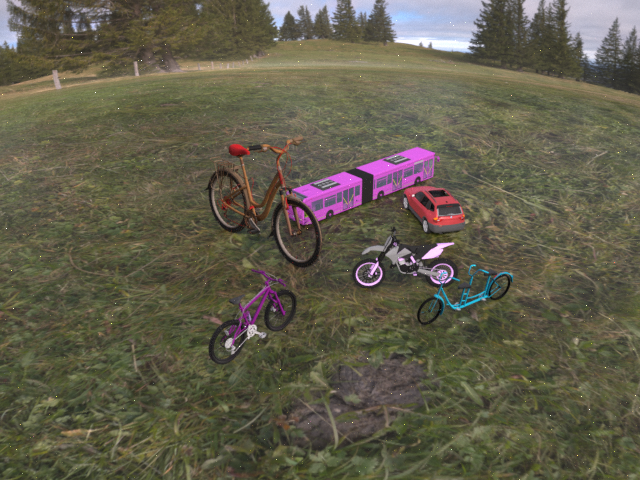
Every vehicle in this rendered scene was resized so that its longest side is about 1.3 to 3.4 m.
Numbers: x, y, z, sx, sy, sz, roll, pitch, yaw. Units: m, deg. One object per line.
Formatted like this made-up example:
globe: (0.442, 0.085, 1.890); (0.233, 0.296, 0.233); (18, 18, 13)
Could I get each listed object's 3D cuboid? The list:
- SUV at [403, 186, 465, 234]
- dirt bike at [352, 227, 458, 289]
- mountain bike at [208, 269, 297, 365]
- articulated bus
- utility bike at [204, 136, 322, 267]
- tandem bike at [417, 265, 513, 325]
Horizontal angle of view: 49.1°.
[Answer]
SUV: (1.923, -0.608, 11.865); (0.656, 0.580, 1.572); (-6, 28, -12)
dirt bike: (1.201, 0.303, 9.772); (1.493, 0.857, 0.527); (-1, 27, -2)
mountain bike: (-0.798, 0.920, 8.550); (0.573, 0.868, 1.469); (22, 34, 36)
articulated bus: (0.833, -1.022, 12.697); (3.401, 0.561, 0.605); (-22, 34, -37)
utility bike: (-0.875, -0.767, 10.791); (1.039, 1.839, 2.791); (-24, 35, -38)
tandem bike: (1.957, 0.655, 9.275); (1.642, 0.682, 0.283); (-15, 31, -27)
